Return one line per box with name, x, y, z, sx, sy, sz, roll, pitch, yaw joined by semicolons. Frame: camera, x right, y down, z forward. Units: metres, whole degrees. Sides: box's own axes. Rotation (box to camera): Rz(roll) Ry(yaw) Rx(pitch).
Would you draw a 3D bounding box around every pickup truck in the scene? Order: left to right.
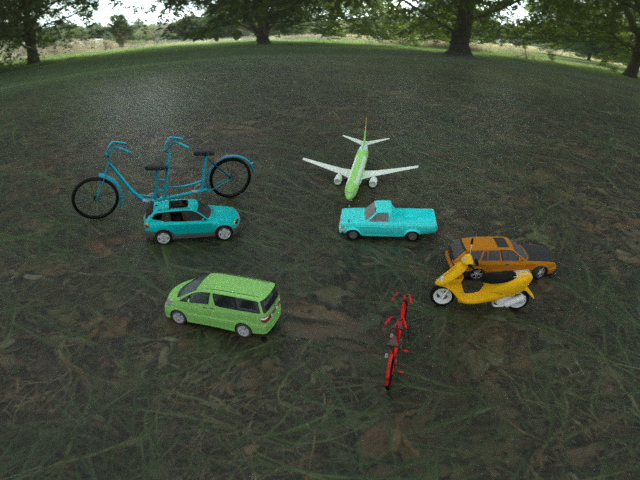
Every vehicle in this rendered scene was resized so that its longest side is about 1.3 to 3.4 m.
pickup truck;1.110;-0.344;11.460;1.603;0.511;0.640;1;29;2

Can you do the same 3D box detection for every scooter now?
scooter;2.211;0.527;9.465;1.399;0.919;0.662;3;29;5

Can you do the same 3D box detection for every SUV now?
SUV;-2.092;-0.354;11.406;1.572;0.580;0.656;-4;29;-8

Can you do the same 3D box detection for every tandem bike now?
tandem bike;-2.665;-1.153;12.081;3.192;1.326;0.550;-11;31;-19
tandem bike;0.949;1.152;8.579;0.283;0.682;1.642;7;30;12

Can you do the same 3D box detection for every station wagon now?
station wagon;2.708;0.235;10.453;1.597;0.473;0.682;-1;29;-2

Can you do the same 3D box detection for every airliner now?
airliner;0.726;-1.531;13.272;2.257;0.835;2.541;5;29;9

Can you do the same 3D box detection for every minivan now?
minivan;-1.311;0.802;9.281;1.548;0.616;0.681;9;30;16
